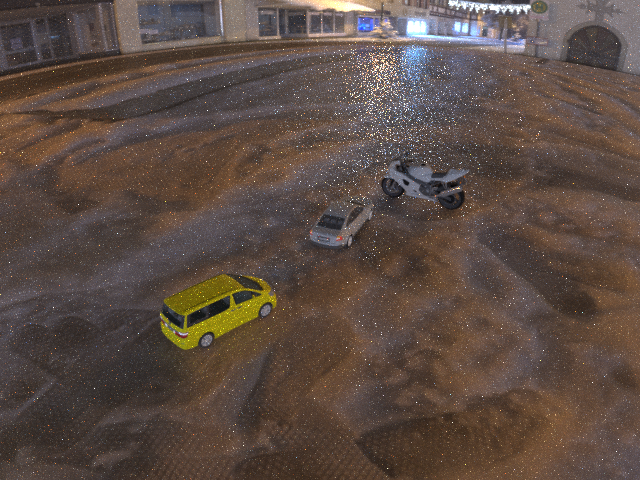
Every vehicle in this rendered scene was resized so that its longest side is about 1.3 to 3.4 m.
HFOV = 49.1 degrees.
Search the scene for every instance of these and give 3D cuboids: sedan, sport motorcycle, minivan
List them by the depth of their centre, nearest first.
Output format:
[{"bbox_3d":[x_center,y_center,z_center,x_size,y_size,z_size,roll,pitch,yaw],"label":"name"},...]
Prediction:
[{"bbox_3d":[-1.279,0.823,9.034,1.548,0.616,0.681,-25,39,-35],"label":"minivan"},{"bbox_3d":[0.375,-0.370,11.189,0.635,0.483,1.613,13,33,21],"label":"sedan"},{"bbox_3d":[1.768,-0.996,11.918,1.520,0.821,0.506,13,33,21],"label":"sport motorcycle"}]
